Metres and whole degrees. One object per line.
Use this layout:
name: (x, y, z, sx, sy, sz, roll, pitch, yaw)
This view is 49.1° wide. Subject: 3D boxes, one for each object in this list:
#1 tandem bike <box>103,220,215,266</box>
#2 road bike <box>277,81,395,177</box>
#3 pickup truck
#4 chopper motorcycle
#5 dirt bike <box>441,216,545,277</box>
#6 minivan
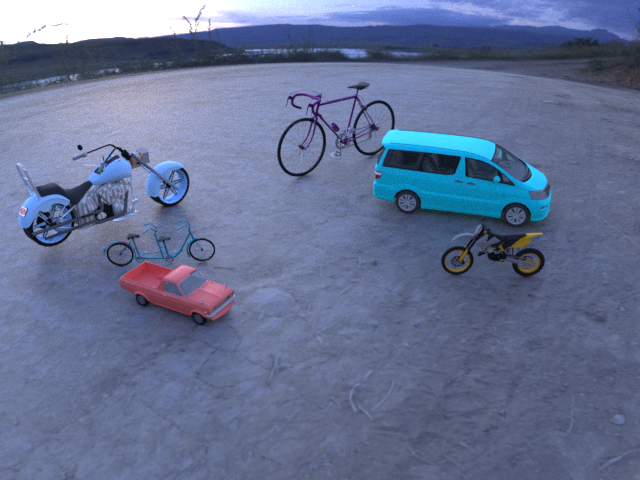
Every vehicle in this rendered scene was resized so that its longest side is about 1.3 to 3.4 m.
tandem bike: (-2.396, 0.058, 10.425, 1.642, 0.682, 0.283, -3, 28, -6)
road bike: (0.385, -2.251, 13.767, 3.004, 1.656, 0.696, -20, 34, -33)
pickup truck: (-1.946, 0.641, 9.500, 1.603, 0.511, 0.640, 14, 31, 25)
chopper motorcycle: (-3.448, -0.912, 11.411, 0.906, 1.480, 3.040, 24, 36, 37)
dirt bike: (2.509, 0.144, 10.073, 1.493, 0.857, 0.527, 1, 28, 2)
minivan: (2.468, -1.120, 12.111, 3.011, 1.197, 1.324, 8, 29, 15)
